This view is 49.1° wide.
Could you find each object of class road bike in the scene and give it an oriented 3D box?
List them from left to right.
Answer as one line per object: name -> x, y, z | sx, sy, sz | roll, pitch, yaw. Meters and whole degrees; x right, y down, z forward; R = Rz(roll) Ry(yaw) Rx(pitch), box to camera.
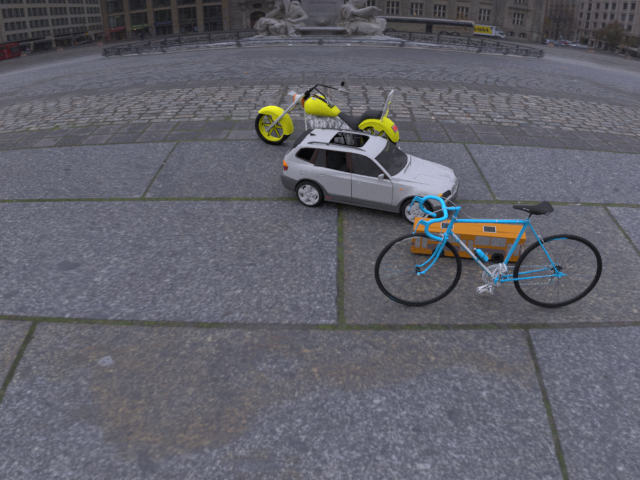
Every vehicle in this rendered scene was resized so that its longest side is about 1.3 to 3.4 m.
road bike -> 2.225, 0.202, 9.172 | 3.004, 1.656, 0.697 | 1, 31, 1

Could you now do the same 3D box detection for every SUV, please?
SUV -> 0.840, -1.177, 12.000 | 3.058, 1.128, 1.276 | 11, 32, 17

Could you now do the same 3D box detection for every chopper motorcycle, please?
chopper motorcycle -> 0.097, -2.403, 13.714 | 3.040, 1.480, 0.906 | 13, 33, 21

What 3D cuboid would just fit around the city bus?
city bus -> 2.242, 0.010, 10.662 | 1.674, 0.460, 0.476 | 5, 31, 8
